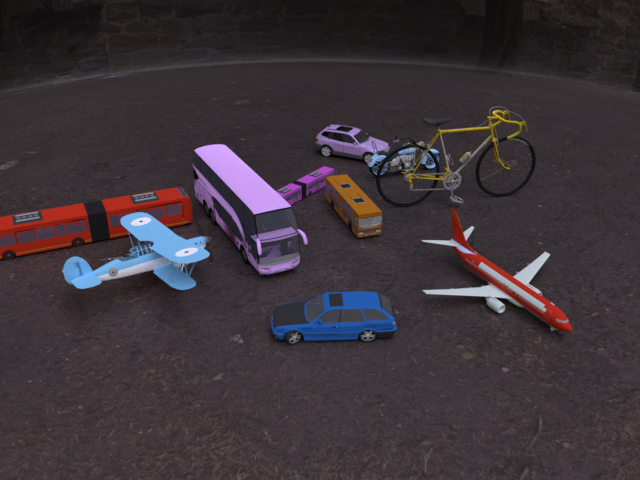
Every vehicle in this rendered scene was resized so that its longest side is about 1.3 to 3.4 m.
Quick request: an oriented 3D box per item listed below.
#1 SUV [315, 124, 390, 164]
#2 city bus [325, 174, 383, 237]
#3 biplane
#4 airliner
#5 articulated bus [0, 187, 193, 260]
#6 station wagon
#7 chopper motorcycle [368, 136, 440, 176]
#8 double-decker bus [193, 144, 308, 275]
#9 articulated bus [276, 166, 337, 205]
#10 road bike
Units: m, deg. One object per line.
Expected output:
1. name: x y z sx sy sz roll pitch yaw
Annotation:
1. SUV: 0.670 -2.009 14.468 1.572 0.580 0.656 13 31 23
2. city bus: 0.542 -0.586 11.905 0.476 0.460 1.674 -9 29 -16
3. biplane: -2.481 0.263 9.743 2.120 0.981 2.598 -17 32 -29
4. airliner: 2.539 0.405 9.631 2.257 0.835 2.541 -14 31 -25
5. articulated bus: -3.768 -0.269 11.197 3.401 0.561 0.605 -12 30 -21
6. station wagon: 0.166 0.960 8.967 1.597 0.473 0.682 -1 28 -3
7. chopper motorcycle: 1.653 -1.656 13.606 1.563 0.761 0.466 -11 30 -20
8. double-decker bus: -1.236 -0.539 11.183 0.756 1.052 3.251 -13 31 -23
9. articulated bus: -0.325 -0.945 12.767 0.311 0.289 1.749 19 33 32
10. road bike: 2.427 -1.425 12.214 3.004 1.656 0.697 -6 29 -12
